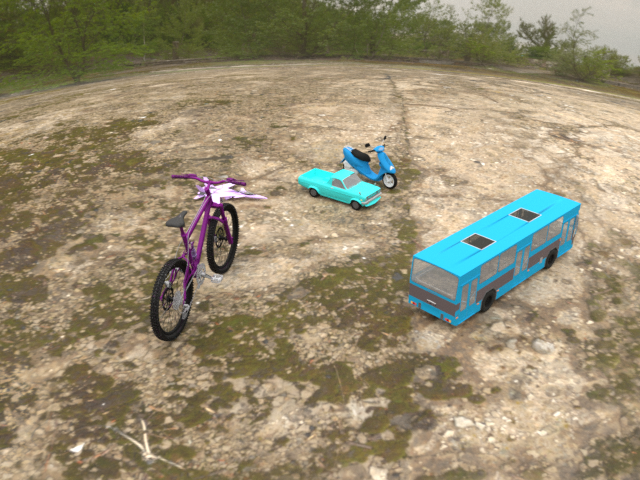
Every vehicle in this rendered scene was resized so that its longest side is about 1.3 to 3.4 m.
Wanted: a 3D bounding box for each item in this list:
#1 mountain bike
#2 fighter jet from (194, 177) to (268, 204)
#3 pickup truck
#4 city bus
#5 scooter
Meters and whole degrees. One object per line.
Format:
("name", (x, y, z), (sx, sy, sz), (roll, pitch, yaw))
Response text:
("mountain bike", (-1.687, 0.112, 9.739), (1.114, 1.688, 2.857), (7, 29, 13))
("fighter jet", (-1.643, -0.924, 13.198), (1.358, 0.286, 1.147), (6, 28, 11))
("pickup truck", (0.361, -1.038, 13.175), (1.603, 0.511, 0.640), (19, 33, 32))
("city bus", (2.668, 0.209, 10.404), (3.255, 0.894, 0.926), (-24, 36, -38))
("scooter", (0.960, -1.574, 13.753), (1.399, 0.919, 0.662), (23, 35, 36))
